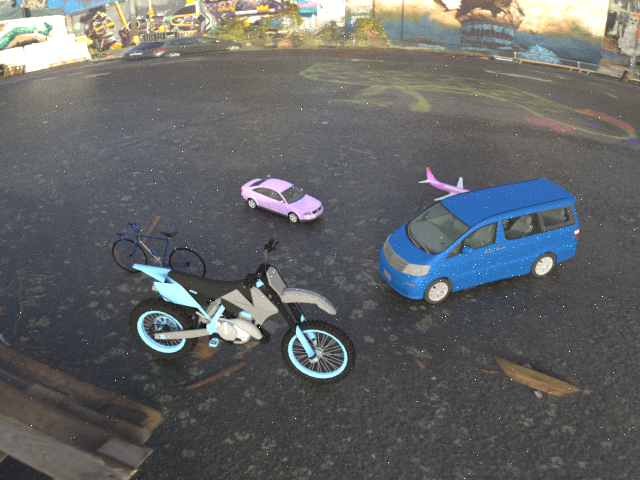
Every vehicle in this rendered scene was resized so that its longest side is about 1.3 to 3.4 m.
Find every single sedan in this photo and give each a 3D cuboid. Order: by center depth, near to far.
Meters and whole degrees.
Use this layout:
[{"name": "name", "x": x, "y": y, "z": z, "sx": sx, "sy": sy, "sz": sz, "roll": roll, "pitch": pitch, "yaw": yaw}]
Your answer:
[{"name": "sedan", "x": -0.675, "y": -0.756, "z": 12.398, "sx": 1.613, "sy": 0.483, "sz": 0.635, "roll": 20, "pitch": 36, "yaw": 30}]

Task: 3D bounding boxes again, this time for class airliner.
[{"name": "airliner", "x": 2.503, "y": -0.998, "z": 12.867, "sx": 1.307, "sy": 0.429, "sz": 1.161, "roll": 19, "pitch": 35, "yaw": 29}]

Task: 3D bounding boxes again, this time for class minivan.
[{"name": "minivan", "x": 2.368, "y": -0.046, "z": 10.467, "sx": 3.011, "sy": 1.197, "sz": 1.324, "roll": -12, "pitch": 32, "yaw": -19}]

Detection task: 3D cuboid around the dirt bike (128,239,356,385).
[{"name": "dirt bike", "x": -0.987, "y": 0.903, "z": 8.367, "sx": 2.903, "sy": 1.666, "sz": 1.024, "roll": 7, "pitch": 31, "yaw": 12}]

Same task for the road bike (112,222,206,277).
[{"name": "road bike", "x": -2.416, "y": 0.196, "z": 10.394, "sx": 1.545, "sy": 0.852, "sz": 0.358, "roll": 8, "pitch": 31, "yaw": 14}]
